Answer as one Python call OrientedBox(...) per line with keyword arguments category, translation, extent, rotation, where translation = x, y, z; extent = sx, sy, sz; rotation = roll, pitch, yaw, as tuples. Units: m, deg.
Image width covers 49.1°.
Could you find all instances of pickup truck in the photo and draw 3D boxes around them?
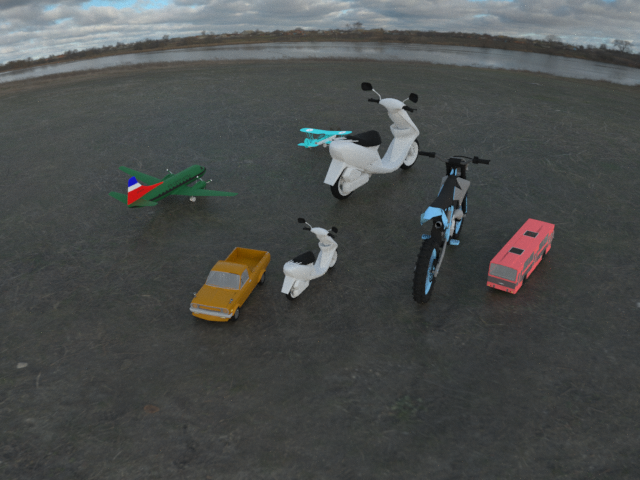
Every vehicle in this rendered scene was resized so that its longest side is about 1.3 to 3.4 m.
OrientedBox(category="pickup truck", translation=(-1.218, 0.546, 9.734), extent=(0.640, 0.511, 1.603), rotation=(8, 29, 15))

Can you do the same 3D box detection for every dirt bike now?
OrientedBox(category="dirt bike", translation=(1.812, -0.353, 10.195), extent=(1.024, 1.666, 2.903), rotation=(11, 30, 19))

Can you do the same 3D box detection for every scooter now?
OrientedBox(category="scooter", translation=(-0.116, 0.226, 9.902), extent=(0.662, 0.919, 1.399), rotation=(16, 32, 28))
OrientedBox(category="scooter", translation=(1.054, -1.865, 12.921), extent=(1.288, 1.786, 2.721), rotation=(23, 36, 36))

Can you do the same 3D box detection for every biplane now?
OrientedBox(category="biplane", translation=(0.011, -2.118, 14.767), extent=(1.336, 0.504, 1.090), rotation=(21, 34, 34))

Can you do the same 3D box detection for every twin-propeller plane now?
OrientedBox(category="twin-propeller plane", translation=(-2.689, -1.051, 12.447), extent=(2.663, 0.792, 2.129), rotation=(14, 31, 25))

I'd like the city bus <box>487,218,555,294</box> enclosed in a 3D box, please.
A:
OrientedBox(category="city bus", translation=(2.994, 0.234, 10.376), extent=(0.476, 0.460, 1.674), rotation=(17, 32, 29))
